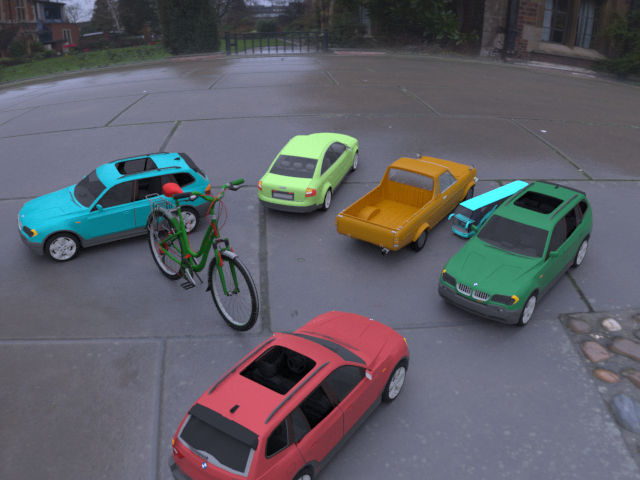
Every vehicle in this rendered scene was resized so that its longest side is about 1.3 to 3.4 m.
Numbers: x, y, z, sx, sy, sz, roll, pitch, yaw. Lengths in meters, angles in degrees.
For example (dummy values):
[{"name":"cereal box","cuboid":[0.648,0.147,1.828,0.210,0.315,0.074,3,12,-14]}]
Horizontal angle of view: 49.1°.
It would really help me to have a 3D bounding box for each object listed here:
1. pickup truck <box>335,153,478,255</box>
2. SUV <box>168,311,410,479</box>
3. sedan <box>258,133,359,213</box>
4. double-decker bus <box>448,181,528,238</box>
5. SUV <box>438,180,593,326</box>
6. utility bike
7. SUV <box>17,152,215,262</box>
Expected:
[{"name":"pickup truck","cuboid":[1.511,-0.732,11.503,1.244,0.993,3.117,18,34,29]},{"name":"SUV","cuboid":[-0.189,1.557,7.275,1.276,1.128,3.058,18,34,29]},{"name":"sedan","cuboid":[-0.131,-1.426,12.798,1.235,0.940,3.137,9,31,16]},{"name":"double-decker bus","cuboid":[2.836,-0.504,11.559,1.672,0.541,0.389,-21,35,-32]},{"name":"SUV","cuboid":[2.867,0.066,9.938,1.276,1.128,3.058,21,36,33]},{"name":"utility bike","cuboid":[-1.604,-0.028,9.379,1.039,1.839,2.791,-23,37,-35]},{"name":"SUV","cuboid":[-3.231,-0.630,11.182,3.058,1.128,1.276,-14,32,-23]}]
